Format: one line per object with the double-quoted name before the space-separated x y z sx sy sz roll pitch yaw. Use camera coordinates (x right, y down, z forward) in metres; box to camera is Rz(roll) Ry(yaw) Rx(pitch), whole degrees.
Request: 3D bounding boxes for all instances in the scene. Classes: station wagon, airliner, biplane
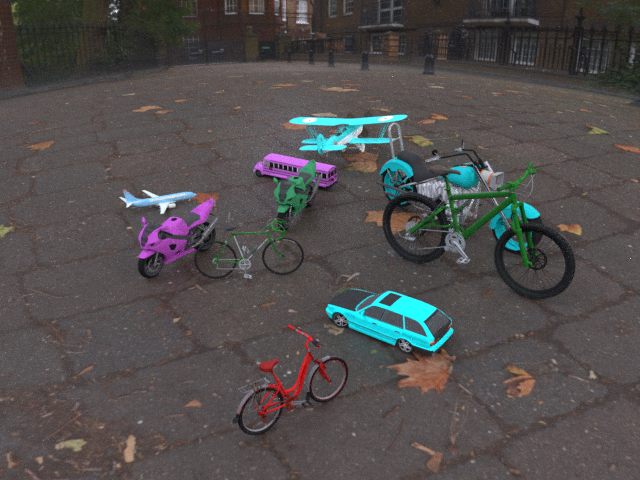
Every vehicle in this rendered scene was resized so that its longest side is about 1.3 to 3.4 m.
"station wagon" 0.834 0.924 8.702 1.597 0.473 0.682 18 31 31
"airliner" -2.783 -0.783 12.191 1.307 0.429 1.161 -13 29 -25
"biplane" 0.395 -2.106 14.236 2.598 0.981 2.120 13 29 24

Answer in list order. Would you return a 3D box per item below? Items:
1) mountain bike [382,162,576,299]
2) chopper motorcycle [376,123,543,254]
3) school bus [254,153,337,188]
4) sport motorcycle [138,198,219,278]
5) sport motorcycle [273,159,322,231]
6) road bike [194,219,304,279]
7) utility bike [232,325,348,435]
"mountain bike" 2.113 -0.212 9.626 2.857 1.688 1.114 18 31 31
"chopper motorcycle" 2.180 -0.867 11.179 0.906 1.480 3.040 -24 35 -39
"school bus" -0.497 -1.319 13.266 1.708 0.434 0.365 14 30 27
"sport motorcycle" -2.081 -0.037 10.248 0.506 0.821 1.520 18 32 32
"sport motorcycle" -0.381 -0.766 11.716 0.506 0.821 1.520 10 28 18
"road bike" -0.997 0.144 9.848 1.545 0.852 0.358 -3 27 -6
"utility bike" -0.308 1.408 7.196 1.435 0.946 0.535 -18 32 -32
